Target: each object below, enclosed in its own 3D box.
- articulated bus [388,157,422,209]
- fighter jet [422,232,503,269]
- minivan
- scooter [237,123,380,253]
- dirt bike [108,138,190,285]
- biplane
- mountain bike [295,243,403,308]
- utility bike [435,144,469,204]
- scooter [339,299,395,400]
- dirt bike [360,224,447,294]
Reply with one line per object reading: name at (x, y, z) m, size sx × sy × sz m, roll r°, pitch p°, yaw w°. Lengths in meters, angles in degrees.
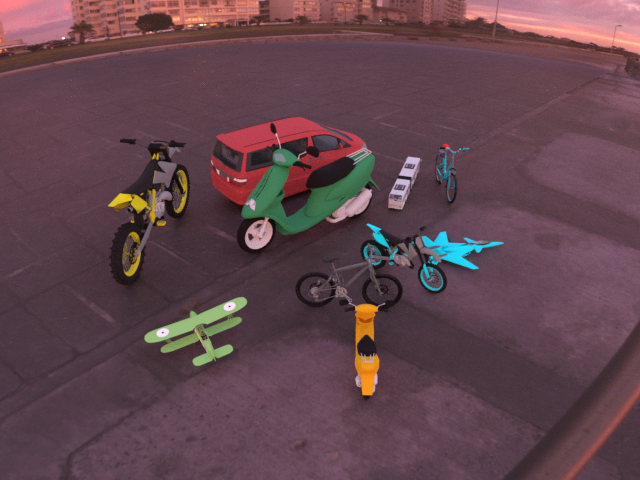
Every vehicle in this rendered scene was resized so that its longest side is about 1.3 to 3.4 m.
articulated bus at (1.557, -1.061, 12.798) m, size 0.311 × 0.289 × 1.749 m, roll 9°, pitch 32°, yaw 15°
fighter jet at (2.263, 0.073, 10.893) m, size 1.358 × 0.286 × 1.147 m, roll -9°, pitch 32°, yaw -14°
minivan at (-0.459, -1.547, 12.729) m, size 3.011 × 1.197 × 1.324 m, roll -20°, pitch 36°, yaw -30°
scooter at (-0.147, -0.894, 11.051) m, size 2.721 × 1.786 × 1.288 m, roll -20°, pitch 36°, yaw -30°
dirt bike at (-2.590, -0.632, 10.727) m, size 1.024 × 1.666 × 2.903 m, roll 5°, pitch 31°, yaw 9°
biplane at (-1.489, 1.201, 8.780) m, size 1.336 × 0.504 × 1.090 m, roll -13°, pitch 33°, yaw -21°
mountain bike at (0.396, 0.559, 9.505) m, size 1.469 × 0.868 × 0.573 m, roll 1°, pitch 31°, yaw 2°
utility bike at (2.325, -1.311, 12.576) m, size 0.535 × 0.946 × 1.435 m, roll -3°, pitch 31°, yaw -5°
scooter at (0.555, 1.190, 8.393) m, size 0.662 × 0.919 × 1.399 m, roll 1°, pitch 31°, yaw 1°
dirt bike at (1.202, 0.211, 10.102) m, size 1.493 × 0.857 × 0.527 m, roll 23°, pitch 38°, yaw 33°
